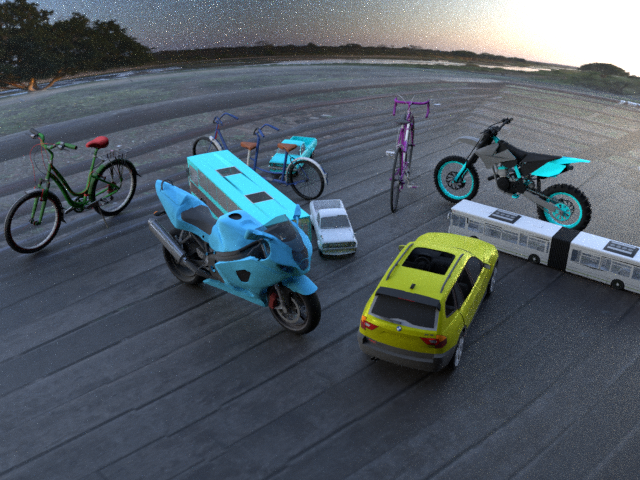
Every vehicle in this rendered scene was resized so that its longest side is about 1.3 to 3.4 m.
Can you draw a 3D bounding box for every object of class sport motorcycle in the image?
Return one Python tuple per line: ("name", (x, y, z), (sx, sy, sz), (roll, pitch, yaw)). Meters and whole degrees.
("sport motorcycle", (-1.163, 0.194, 9.482), (2.955, 1.596, 0.983), (20, 34, 34))

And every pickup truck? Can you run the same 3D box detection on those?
("pickup truck", (-0.545, -1.816, 14.497), (0.640, 0.511, 1.603), (8, 29, 14))
("pickup truck", (0.200, -0.278, 11.556), (0.640, 0.511, 1.603), (-3, 28, -7))

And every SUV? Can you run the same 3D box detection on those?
("SUV", (1.520, 0.572, 9.263), (1.276, 1.128, 3.058), (12, 30, 22))

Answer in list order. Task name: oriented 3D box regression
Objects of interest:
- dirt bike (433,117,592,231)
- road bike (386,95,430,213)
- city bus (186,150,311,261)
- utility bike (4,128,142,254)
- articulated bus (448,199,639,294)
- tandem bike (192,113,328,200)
("dirt bike", (3.229, -1.116, 11.911), (2.903, 1.666, 1.024), (20, 34, 34))
("road bike", (1.565, -1.692, 13.024), (0.696, 1.656, 3.004), (6, 28, 12))
("city bus", (-1.256, -0.527, 11.617), (0.926, 0.894, 3.255), (-14, 31, -25))
("utility bike", (-3.914, -0.935, 11.379), (1.039, 1.839, 2.791), (17, 32, 29))
("articulated bus", (3.586, 0.078, 10.820), (3.401, 0.561, 0.605), (19, 33, 32))
("tandem bike", (-1.215, -1.619, 13.241), (3.192, 1.326, 0.550), (16, 32, 28))
